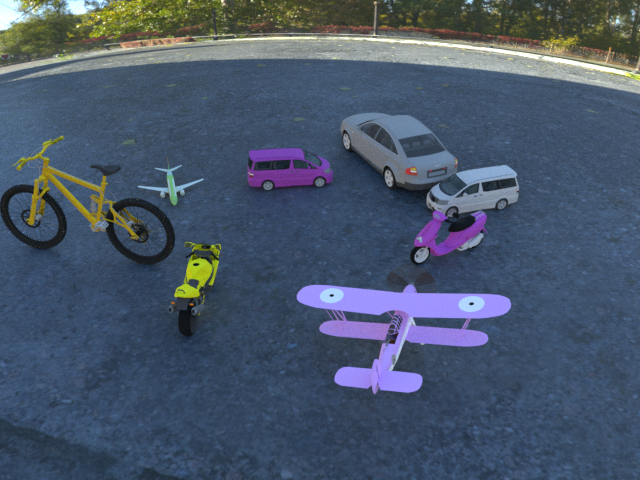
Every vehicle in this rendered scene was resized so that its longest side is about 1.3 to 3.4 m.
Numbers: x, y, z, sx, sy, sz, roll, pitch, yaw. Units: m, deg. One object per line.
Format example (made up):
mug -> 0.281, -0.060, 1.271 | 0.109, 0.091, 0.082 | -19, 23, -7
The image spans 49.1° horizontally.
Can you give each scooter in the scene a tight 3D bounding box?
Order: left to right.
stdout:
scooter -> 1.965, -0.162, 10.514 | 1.399, 0.919, 0.662 | -15, 35, -23

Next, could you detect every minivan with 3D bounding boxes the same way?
minivan -> -0.542, -1.317, 12.690 | 1.548, 0.616, 0.681 | -4, 32, -7
minivan -> 2.593, -0.844, 11.918 | 1.548, 0.616, 0.681 | -9, 33, -15

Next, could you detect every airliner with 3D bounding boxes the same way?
airliner -> -2.640, -1.035, 12.407 | 1.161, 0.429, 1.307 | -8, 32, -12

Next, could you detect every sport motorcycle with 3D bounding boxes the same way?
sport motorcycle -> -1.637, 0.598, 9.367 | 0.506, 0.821, 1.520 | 4, 32, 6

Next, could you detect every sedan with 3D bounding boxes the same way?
sedan -> 1.412, -1.874, 13.289 | 1.235, 0.940, 3.137 | -13, 34, -20

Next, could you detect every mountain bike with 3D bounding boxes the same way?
mountain bike -> -3.502, -0.492, 10.317 | 2.857, 1.688, 1.114 | 7, 32, 12

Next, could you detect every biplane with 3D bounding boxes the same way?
biplane -> 0.856, 1.117, 8.367 | 2.598, 0.981, 2.120 | 10, 33, 15
